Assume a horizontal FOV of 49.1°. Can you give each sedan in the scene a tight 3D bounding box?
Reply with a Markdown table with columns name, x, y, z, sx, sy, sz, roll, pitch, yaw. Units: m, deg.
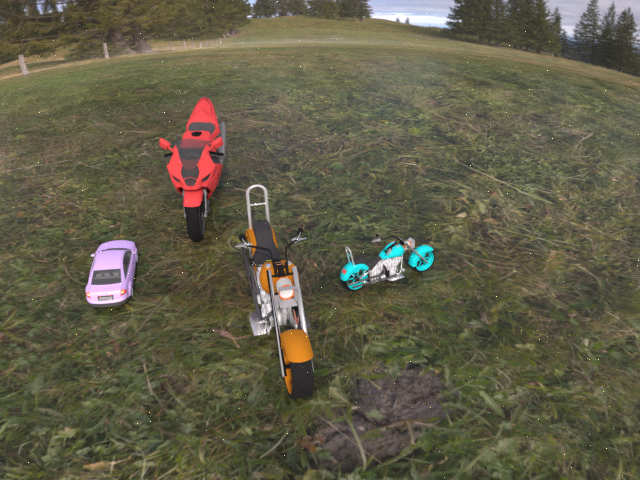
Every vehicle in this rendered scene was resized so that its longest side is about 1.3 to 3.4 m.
| name | x | y | z | sx | sy | sz | roll | pitch | yaw |
| --- | --- | --- | --- | --- | --- | --- | --- | --- | --- |
| sedan | -2.971 | 0.390 | 10.020 | 0.635 | 0.483 | 1.613 | -4 | 30 | -7 |

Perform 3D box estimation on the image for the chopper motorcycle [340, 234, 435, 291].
| name | x | y | z | sx | sy | sz | roll | pitch | yaw |
| --- | --- | --- | --- | --- | --- | --- | --- | --- | --- |
| chopper motorcycle | 0.990 | 0.259 | 9.969 | 1.563 | 0.761 | 0.466 | -15 | 34 | -24 |

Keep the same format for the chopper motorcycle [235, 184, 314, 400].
| name | x | y | z | sx | sy | sz | roll | pitch | yaw |
| --- | --- | --- | --- | --- | --- | --- | --- | --- | --- |
| chopper motorcycle | -0.549 | 0.548 | 8.759 | 0.906 | 1.480 | 3.040 | -7 | 31 | -12 |

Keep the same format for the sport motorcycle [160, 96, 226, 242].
| name | x | y | z | sx | sy | sz | roll | pitch | yaw |
| --- | --- | --- | --- | --- | --- | --- | --- | --- | --- |
| sport motorcycle | -2.010 | -1.251 | 11.732 | 0.983 | 1.596 | 2.955 | -1 | 30 | -3 |
